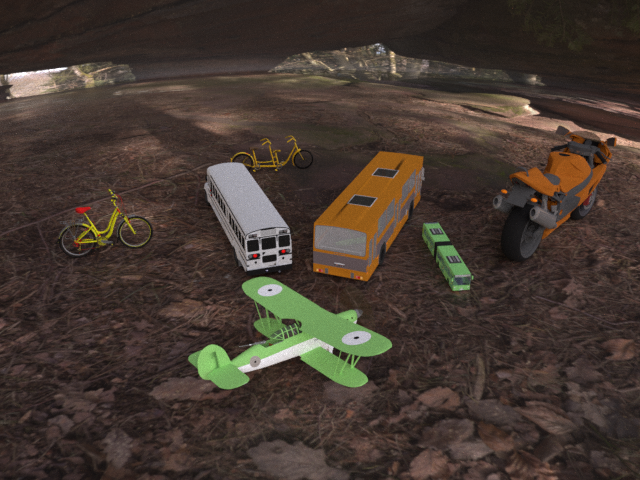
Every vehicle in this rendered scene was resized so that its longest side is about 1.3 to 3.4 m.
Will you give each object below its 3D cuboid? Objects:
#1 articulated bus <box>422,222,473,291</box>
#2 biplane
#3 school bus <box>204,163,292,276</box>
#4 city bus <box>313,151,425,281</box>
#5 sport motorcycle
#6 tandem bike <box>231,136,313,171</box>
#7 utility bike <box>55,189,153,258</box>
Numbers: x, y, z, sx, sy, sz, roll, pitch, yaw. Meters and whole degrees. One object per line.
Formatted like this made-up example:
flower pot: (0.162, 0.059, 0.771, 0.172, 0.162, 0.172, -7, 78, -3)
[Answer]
articulated bus: (1.851, 0.213, 10.372, 0.311, 0.289, 1.749, -3, 26, -6)
biplane: (-0.391, 1.125, 7.745, 2.120, 0.981, 2.598, -17, 31, -31)
school bus: (-1.242, -0.468, 11.123, 0.709, 0.844, 3.322, -9, 28, -17)
city bus: (0.847, -0.438, 11.005, 0.926, 0.894, 3.255, 10, 28, 19)
sport motorcycle: (3.666, -0.744, 10.833, 0.983, 1.596, 2.955, 22, 34, 38)
tandem bike: (-0.942, -1.676, 13.753, 1.642, 0.682, 0.283, -5, 27, -9)
utility bike: (-3.278, -0.253, 10.573, 1.435, 0.946, 0.535, -9, 28, -18)
